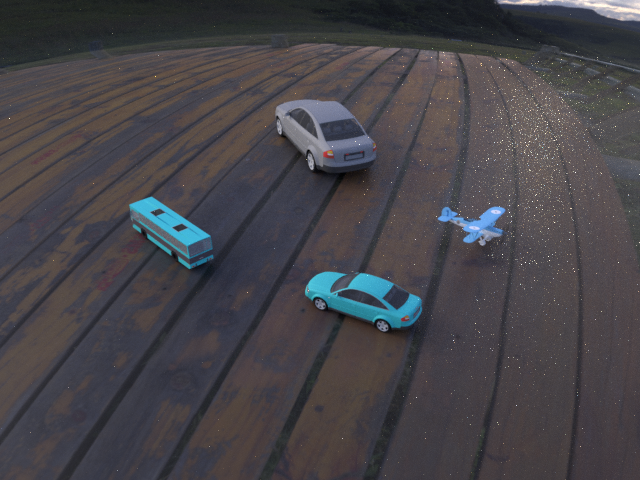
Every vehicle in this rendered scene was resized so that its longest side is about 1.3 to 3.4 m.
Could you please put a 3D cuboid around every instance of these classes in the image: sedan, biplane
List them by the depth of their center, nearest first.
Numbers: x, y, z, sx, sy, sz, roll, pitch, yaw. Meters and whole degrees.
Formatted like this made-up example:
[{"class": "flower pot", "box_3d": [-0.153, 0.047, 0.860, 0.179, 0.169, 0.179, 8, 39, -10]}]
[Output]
[{"class": "sedan", "box_3d": [0.556, 0.730, 9.272, 1.613, 0.483, 0.635, 17, 35, 25]}, {"class": "biplane", "box_3d": [2.385, -0.242, 10.837, 1.090, 0.504, 1.336, 19, 37, 28]}, {"class": "sedan", "box_3d": [0.034, -2.208, 13.626, 1.235, 0.940, 3.137, -12, 34, -19]}]

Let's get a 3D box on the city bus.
[{"class": "city bus", "box_3d": [-2.283, -0.111, 10.666, 0.476, 0.460, 1.674, -25, 40, -35]}]
